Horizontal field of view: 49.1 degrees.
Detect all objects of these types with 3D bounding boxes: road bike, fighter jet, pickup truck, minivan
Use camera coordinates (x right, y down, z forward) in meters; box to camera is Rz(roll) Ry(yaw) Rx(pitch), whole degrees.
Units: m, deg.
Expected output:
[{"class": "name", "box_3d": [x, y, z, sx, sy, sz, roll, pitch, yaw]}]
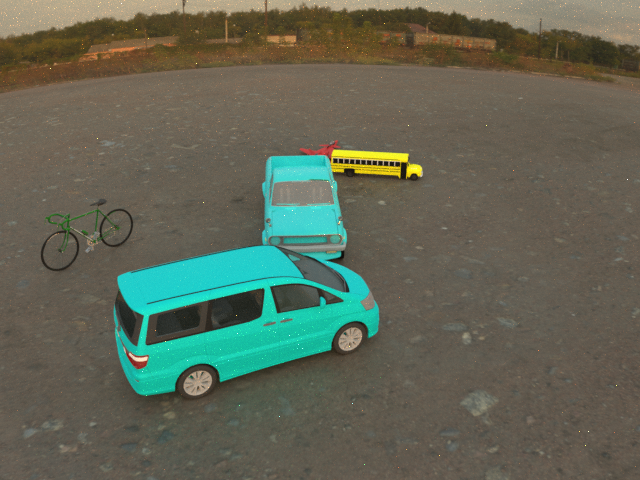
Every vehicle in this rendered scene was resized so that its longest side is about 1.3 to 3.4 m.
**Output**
[{"class": "road bike", "box_3d": [-3.347, -0.128, 10.103, 0.358, 0.852, 1.545, 20, 33, 34]}, {"class": "fighter jet", "box_3d": [0.168, -1.892, 14.203, 1.147, 0.286, 1.358, 8, 28, 16]}, {"class": "pickup truck", "box_3d": [-0.294, -0.674, 11.024, 1.244, 0.993, 3.117, -2, 27, -3]}, {"class": "minivan", "box_3d": [-0.769, 0.766, 7.961, 3.011, 1.197, 1.324, -12, 29, -23]}]

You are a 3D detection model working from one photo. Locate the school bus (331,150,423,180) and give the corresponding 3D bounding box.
[{"class": "school bus", "box_3d": [1.064, -1.411, 13.092, 1.708, 0.434, 0.365, 4, 27, 8]}]
